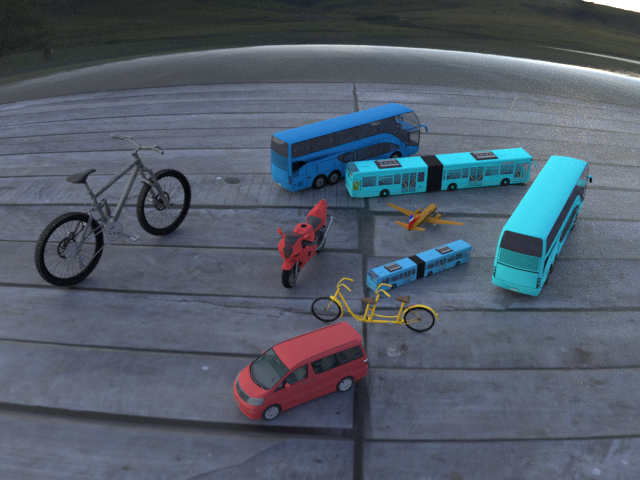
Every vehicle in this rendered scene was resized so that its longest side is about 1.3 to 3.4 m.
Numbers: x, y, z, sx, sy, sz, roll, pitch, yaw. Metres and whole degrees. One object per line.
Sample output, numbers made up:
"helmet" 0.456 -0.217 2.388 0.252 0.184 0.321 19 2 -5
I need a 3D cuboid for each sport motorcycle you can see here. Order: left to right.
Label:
"sport motorcycle" -0.218 0.046 10.187 0.506 0.821 1.520 11 32 18

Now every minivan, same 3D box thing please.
"minivan" -0.224 1.465 7.953 1.548 0.616 0.681 -15 34 -25

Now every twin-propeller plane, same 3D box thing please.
"twin-propeller plane" 1.672 -0.415 11.391 1.370 0.407 1.095 18 34 27

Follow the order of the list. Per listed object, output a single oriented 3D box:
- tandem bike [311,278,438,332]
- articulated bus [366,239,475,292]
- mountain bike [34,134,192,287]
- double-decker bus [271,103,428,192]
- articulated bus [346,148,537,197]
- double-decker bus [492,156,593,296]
"tandem bike" 0.692 0.843 8.956 1.642 0.682 0.283 5 31 9
"articulated bus" 1.468 0.369 10.161 1.749 0.289 0.311 -17 34 -26
"mountain bike" -2.958 -0.486 10.240 1.114 1.688 2.857 20 36 31
"double-decker bus" 0.579 -1.781 13.097 3.251 1.052 0.756 -20 36 -31
"articulated bus" 2.169 -1.214 12.610 3.401 0.561 0.605 -6 31 -10
"double-decker bus" 3.431 -0.342 10.624 0.756 1.052 3.251 16 34 25
